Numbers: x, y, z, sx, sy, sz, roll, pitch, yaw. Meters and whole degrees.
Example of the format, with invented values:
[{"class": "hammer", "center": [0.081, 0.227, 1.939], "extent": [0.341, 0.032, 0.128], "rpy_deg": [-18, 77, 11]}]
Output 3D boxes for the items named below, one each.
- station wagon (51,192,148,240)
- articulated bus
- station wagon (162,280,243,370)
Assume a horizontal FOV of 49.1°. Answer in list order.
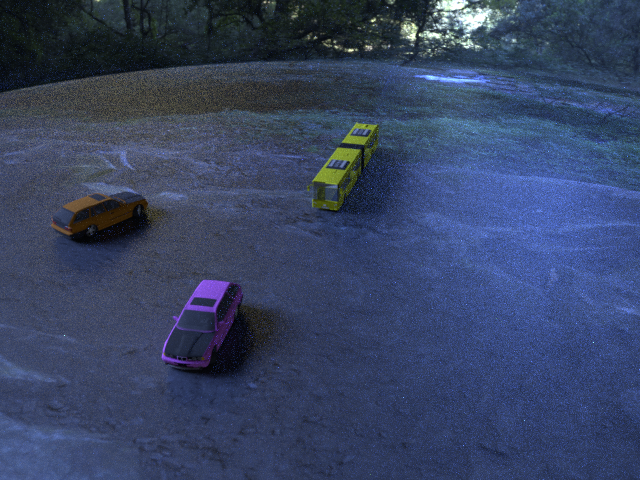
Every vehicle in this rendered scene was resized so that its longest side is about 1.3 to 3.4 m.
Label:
[{"class": "station wagon", "center": [-3.608, -0.508, 11.562], "extent": [0.682, 0.473, 1.597], "rpy_deg": [21, 34, 34]}, {"class": "articulated bus", "center": [0.539, -1.482, 13.319], "extent": [0.605, 0.561, 3.401], "rpy_deg": [8, 29, 14]}, {"class": "station wagon", "center": [-1.447, 0.987, 8.723], "extent": [0.682, 0.473, 1.597], "rpy_deg": [5, 28, 9]}]
